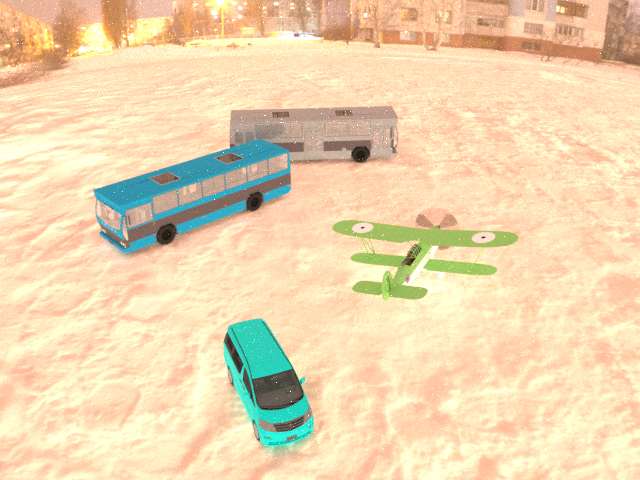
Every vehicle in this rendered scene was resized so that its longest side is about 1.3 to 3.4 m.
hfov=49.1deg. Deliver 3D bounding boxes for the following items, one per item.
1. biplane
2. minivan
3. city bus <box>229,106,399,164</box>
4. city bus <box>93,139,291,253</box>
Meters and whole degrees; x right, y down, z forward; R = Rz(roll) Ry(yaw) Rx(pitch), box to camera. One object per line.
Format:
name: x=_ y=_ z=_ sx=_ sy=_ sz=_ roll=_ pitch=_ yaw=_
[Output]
biplane: x=1.213 y=0.273 z=9.388 sx=2.598 sy=0.981 sz=2.120 roll=14 pitch=31 yaw=24
minivan: x=-0.580 y=1.493 z=7.524 sx=0.681 sy=0.616 sz=1.548 roll=-11 pitch=30 yaw=-20
city bus: x=-0.132 y=-2.048 z=13.757 sx=3.255 sy=0.894 sz=0.926 roll=-2 pitch=29 yaw=-4
city bus: x=-1.956 y=-0.752 z=11.367 sx=3.255 sy=0.894 sz=0.926 roll=-24 pitch=37 yaw=-37
